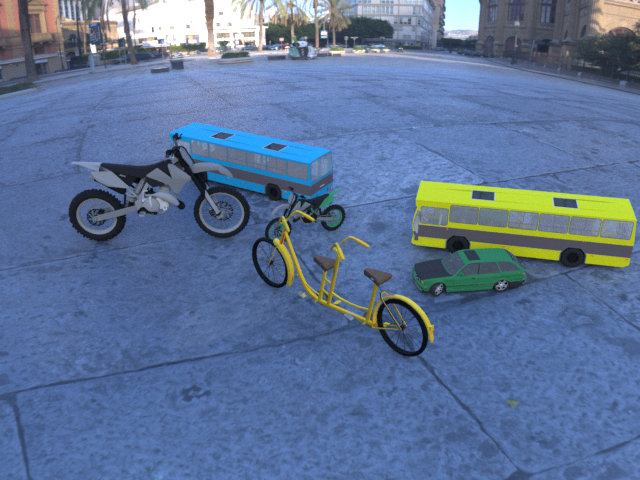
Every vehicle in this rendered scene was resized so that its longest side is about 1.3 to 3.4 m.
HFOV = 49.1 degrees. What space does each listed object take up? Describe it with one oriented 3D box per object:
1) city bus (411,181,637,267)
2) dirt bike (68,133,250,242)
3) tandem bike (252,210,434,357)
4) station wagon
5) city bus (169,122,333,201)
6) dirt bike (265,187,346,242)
[{"bbox_3d":[3.118,-0.236,10.971,3.255,0.894,0.926,6,28,12],"label":"city bus"},{"bbox_3d":[-2.583,-0.760,11.144,2.903,1.666,1.024,-1,27,-2],"label":"dirt bike"},{"bbox_3d":[0.173,0.472,9.136,3.192,1.326,0.550,23,35,38],"label":"tandem bike"},{"bbox_3d":[2.141,0.423,10.156,1.597,0.473,0.682,-3,28,-6],"label":"station wagon"},{"bbox_3d":[-1.353,-1.462,13.337,3.255,0.894,0.926,15,31,27],"label":"city bus"},{"bbox_3d":[-0.222,-0.428,11.381,1.493,0.857,0.527,-15,31,-26],"label":"dirt bike"}]
